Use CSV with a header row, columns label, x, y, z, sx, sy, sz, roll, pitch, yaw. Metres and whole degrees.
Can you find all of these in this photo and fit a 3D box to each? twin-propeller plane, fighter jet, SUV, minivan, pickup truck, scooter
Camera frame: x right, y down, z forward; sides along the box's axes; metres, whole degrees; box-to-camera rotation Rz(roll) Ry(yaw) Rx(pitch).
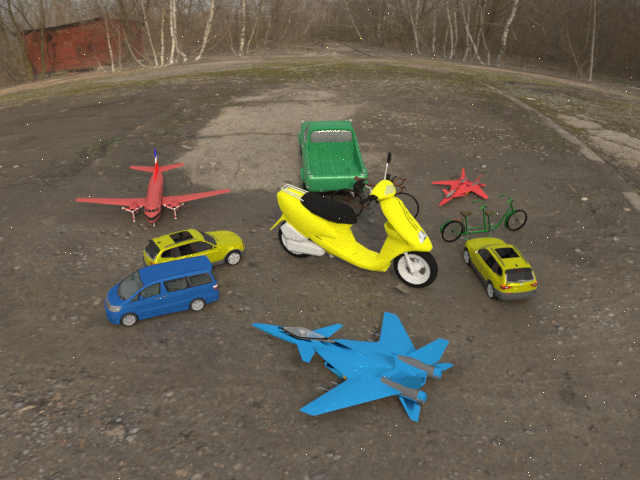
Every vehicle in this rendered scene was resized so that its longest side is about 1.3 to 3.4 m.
label,x,y,z,sx,sy,sz,roll,pitch,yaw
twin-propeller plane,-2.944,-0.935,12.451,2.663,0.792,2.129,-4,29,-7
fighter jet,0.229,1.295,8.684,2.640,0.557,2.229,16,33,26
SUV,2.663,0.337,10.382,0.656,0.580,1.572,-5,29,-9
minivan,-2.210,0.684,9.721,1.548,0.616,0.681,-11,31,-19
fighter jet,2.543,-0.951,12.999,1.147,0.286,1.358,20,35,32
pickup truck,0.213,-1.749,13.706,1.244,0.993,3.117,-2,29,-3
scooter,0.474,-0.316,10.315,2.721,1.786,1.288,14,32,23
SUV,-1.924,0.142,10.732,1.572,0.580,0.656,-16,33,-27

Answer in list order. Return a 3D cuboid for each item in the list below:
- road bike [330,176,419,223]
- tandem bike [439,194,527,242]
label,x,y,z,sx,sy,sz,roll,pitch,yaw
road bike,0.926,-0.691,11.950,1.545,0.852,0.358,5,29,8
tandem bike,2.716,-0.355,11.521,1.642,0.682,0.283,-9,30,-16
